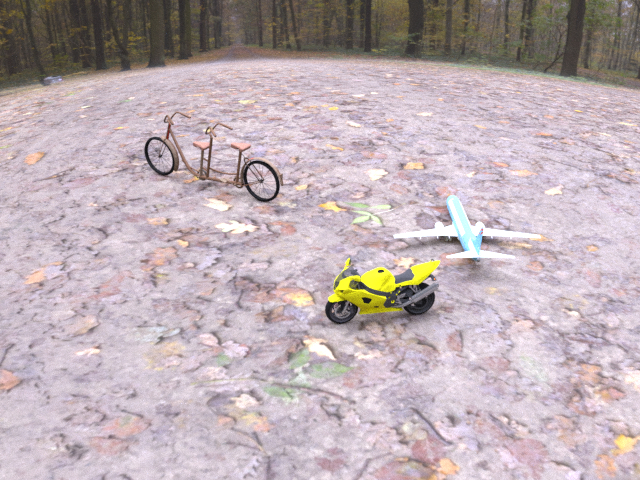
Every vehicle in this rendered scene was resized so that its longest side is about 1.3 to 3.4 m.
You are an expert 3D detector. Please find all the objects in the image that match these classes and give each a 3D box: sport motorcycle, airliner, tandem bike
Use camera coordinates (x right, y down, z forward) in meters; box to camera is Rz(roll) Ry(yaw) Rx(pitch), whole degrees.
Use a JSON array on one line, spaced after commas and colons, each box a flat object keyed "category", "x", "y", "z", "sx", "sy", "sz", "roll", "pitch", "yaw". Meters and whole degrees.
[{"category": "sport motorcycle", "x": 0.809, "y": 0.663, "z": 9.071, "sx": 1.520, "sy": 0.821, "sz": 0.506, "roll": -6, "pitch": 29, "yaw": -11}, {"category": "airliner", "x": 2.267, "y": -0.350, "z": 10.966, "sx": 2.257, "sy": 0.835, "sz": 2.541, "roll": 0, "pitch": 28, "yaw": 0}, {"category": "tandem bike", "x": -2.015, "y": -1.547, "z": 12.699, "sx": 3.192, "sy": 1.326, "sz": 0.550, "roll": 15, "pitch": 32, "yaw": 27}]
